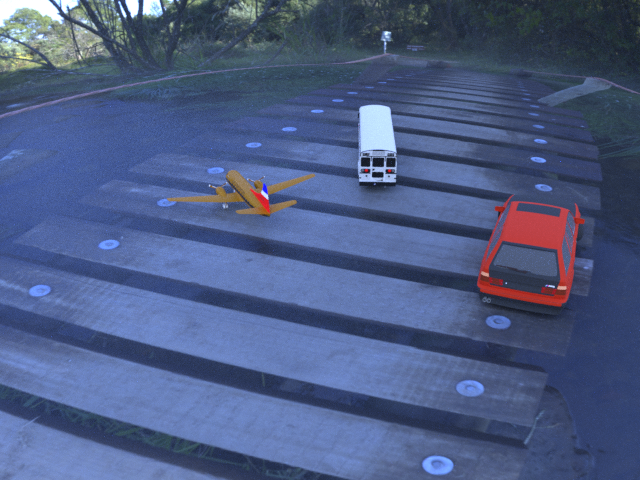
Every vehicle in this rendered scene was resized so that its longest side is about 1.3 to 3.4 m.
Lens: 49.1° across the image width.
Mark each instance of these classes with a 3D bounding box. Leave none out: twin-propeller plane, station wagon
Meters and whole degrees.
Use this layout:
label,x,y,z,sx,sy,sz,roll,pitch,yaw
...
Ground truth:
label,x,y,z,sx,sy,sz,roll,pitch,yaw
twin-propeller plane,-1.226,-0.887,11.841,2.663,0.792,2.129,-12,29,-22
station wagon,3.097,-0.061,10.091,1.327,0.920,3.105,10,29,19

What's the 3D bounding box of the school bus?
label,x,y,z,sx,sy,sz,roll,pitch,yaw
school bus,1.100,-1.944,13.840,0.709,0.844,3.322,1,27,2
